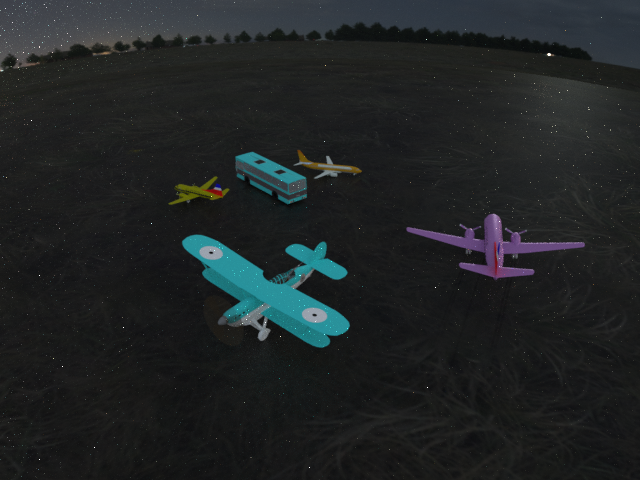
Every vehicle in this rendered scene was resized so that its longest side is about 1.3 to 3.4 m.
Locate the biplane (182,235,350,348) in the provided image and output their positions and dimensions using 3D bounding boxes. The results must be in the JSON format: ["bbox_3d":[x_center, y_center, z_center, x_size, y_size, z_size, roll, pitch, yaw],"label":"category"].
[{"bbox_3d":[-0.538,0.645,9.098,2.598,0.981,2.120,20,34,32],"label":"biplane"}]

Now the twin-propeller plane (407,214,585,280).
[{"bbox_3d":[2.621,-0.012,10.516,2.663,0.792,2.129,5,29,10],"label":"twin-propeller plane"}]

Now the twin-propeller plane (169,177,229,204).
[{"bbox_3d":[-2.191,-0.907,12.582,1.095,0.407,1.370,15,32,25],"label":"twin-propeller plane"}]

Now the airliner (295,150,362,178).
[{"bbox_3d":[0.173,-1.504,13.667,1.307,0.429,1.161,6,29,11],"label":"airliner"}]

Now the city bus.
[{"bbox_3d":[-0.926,-1.144,12.966,0.476,0.460,1.674,-22,35,-34],"label":"city bus"}]
